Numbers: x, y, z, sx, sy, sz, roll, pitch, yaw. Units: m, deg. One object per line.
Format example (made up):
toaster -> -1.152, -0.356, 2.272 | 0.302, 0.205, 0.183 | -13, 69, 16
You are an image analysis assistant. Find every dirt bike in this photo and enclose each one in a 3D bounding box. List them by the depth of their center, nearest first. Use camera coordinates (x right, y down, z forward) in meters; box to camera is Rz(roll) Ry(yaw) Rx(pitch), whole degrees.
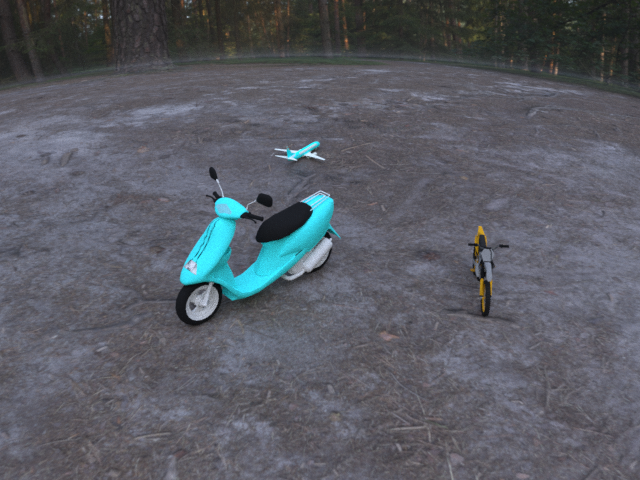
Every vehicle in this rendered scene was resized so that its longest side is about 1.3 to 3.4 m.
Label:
dirt bike -> 2.215, 0.351, 9.482 | 0.527, 0.857, 1.493 | 3, 28, 5

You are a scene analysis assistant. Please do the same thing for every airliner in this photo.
airliner -> -0.337, -1.854, 14.024 | 1.161, 0.429, 1.307 | 15, 32, 26

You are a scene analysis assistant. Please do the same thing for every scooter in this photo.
scooter -> -0.775, -0.047, 9.240 | 2.721, 1.786, 1.288 | -23, 36, -36
